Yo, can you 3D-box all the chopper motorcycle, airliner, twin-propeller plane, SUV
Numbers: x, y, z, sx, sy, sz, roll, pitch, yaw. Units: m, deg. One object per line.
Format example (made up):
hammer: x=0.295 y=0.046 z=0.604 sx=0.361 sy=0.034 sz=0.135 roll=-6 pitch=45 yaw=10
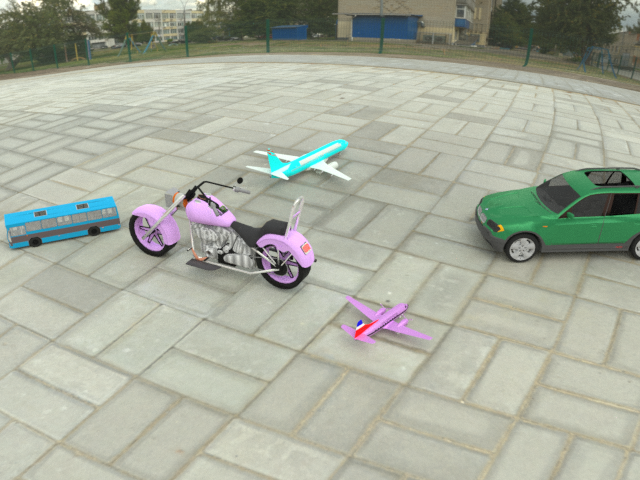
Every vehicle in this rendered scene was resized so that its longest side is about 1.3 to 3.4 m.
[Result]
chopper motorcycle: x=-1.472 y=-0.205 z=9.887 sx=3.040 sy=1.480 sz=0.906 roll=14 pitch=32 yaw=23
airliner: x=-0.197 y=-1.679 z=13.195 sx=2.257 sy=0.835 sz=2.541 roll=20 pitch=35 yaw=31
twin-propeller plane: x=0.789 y=0.988 z=8.849 sx=1.370 sy=0.407 sz=1.095 roll=24 pitch=37 yaw=36
SUV: x=3.946 y=-0.449 z=10.687 sx=3.058 sy=1.128 sz=1.276 roll=-1 pitch=29 yaw=-2

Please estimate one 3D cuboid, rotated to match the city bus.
city bus: x=-4.048 y=-0.269 z=11.051 sx=1.674 sy=0.460 sz=0.476 roll=-12 pitch=31 yaw=-21
